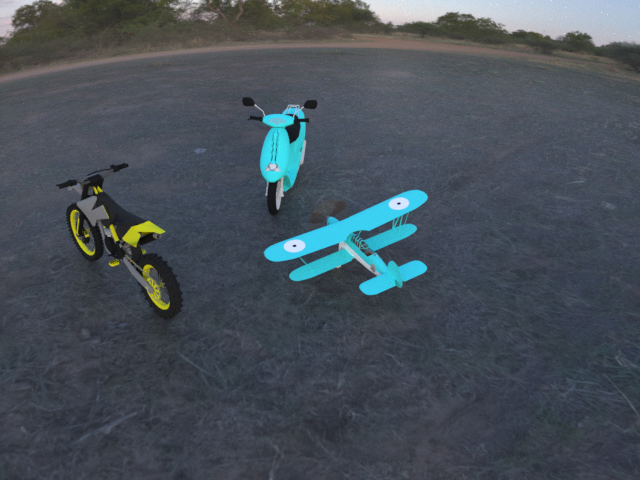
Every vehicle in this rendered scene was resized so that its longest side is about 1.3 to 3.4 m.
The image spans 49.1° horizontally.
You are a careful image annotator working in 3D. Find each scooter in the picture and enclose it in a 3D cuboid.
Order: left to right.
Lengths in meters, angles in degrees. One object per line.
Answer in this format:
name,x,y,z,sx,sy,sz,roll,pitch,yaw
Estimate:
scooter,-0.641,-1.750,12.446,1.288,1.786,2.721,4,30,6

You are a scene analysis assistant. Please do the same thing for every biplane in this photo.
biplane,0.554,0.154,9.938,2.598,0.981,2.120,-14,33,-23

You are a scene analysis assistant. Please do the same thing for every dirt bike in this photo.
dirt bike,-2.828,-0.074,9.647,1.024,1.666,2.903,-26,39,-37
